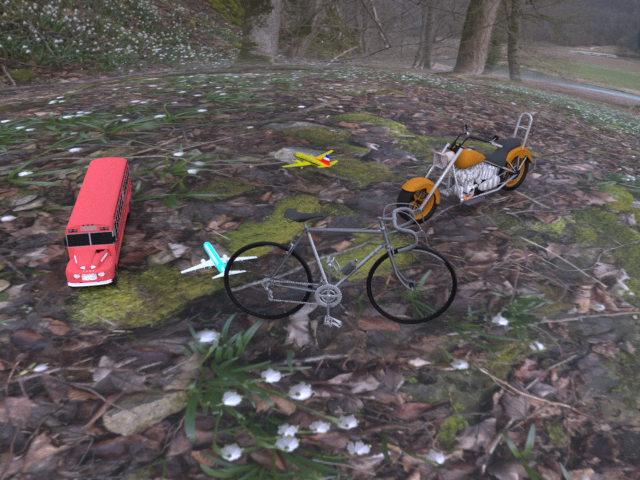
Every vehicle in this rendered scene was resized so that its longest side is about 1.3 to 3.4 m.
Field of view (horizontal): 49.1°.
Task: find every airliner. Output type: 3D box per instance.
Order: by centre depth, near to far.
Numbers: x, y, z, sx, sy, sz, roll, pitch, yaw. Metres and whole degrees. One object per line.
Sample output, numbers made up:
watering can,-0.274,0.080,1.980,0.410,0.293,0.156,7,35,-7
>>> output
airliner,-1.549,0.219,10.466,1.161,0.429,1.307,-11,29,-21

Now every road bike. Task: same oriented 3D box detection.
road bike,0.250,0.341,8.895,3.004,1.656,0.697,2,27,3

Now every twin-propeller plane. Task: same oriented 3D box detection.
twin-propeller plane,-0.171,-1.646,14.097,1.370,0.407,1.095,-23,35,-37

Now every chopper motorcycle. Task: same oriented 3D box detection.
chopper motorcycle,2.591,-1.274,12.209,3.040,1.480,0.906,-17,32,-30

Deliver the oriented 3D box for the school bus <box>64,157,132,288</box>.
school bus,-3.477,-0.350,11.114,0.709,0.844,3.322,-4,28,-8
